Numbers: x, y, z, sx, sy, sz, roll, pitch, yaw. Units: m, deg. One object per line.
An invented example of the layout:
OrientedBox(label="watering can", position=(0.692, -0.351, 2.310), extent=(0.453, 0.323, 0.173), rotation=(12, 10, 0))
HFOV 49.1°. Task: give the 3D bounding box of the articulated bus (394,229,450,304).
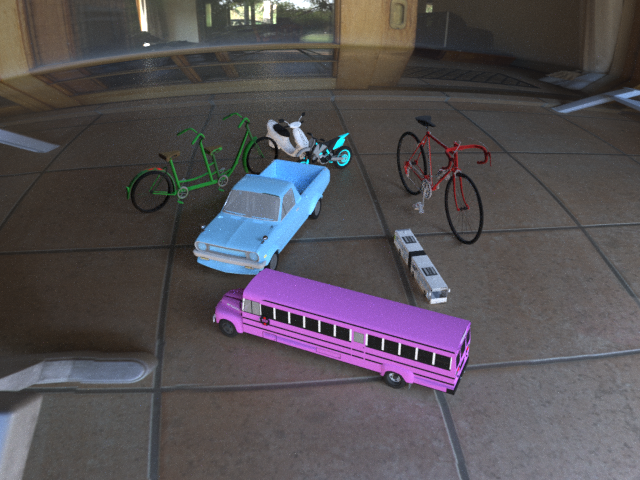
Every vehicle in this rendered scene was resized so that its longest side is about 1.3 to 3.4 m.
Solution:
OrientedBox(label="articulated bus", position=(1.488, 0.362, 10.494), extent=(0.311, 0.289, 1.749), rotation=(-6, 31, -10))

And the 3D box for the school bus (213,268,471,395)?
OrientedBox(label="school bus", position=(0.172, 1.061, 8.752), extent=(3.322, 0.844, 0.709), rotation=(13, 33, 21))

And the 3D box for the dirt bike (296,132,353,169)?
OrientedBox(label="dirt bike", position=(0.054, -1.618, 13.309), extent=(1.493, 0.857, 0.527), rotation=(-22, 37, -33))

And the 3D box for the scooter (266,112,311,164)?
OrientedBox(label="scooter", position=(-0.648, -2.109, 14.086), extent=(0.662, 0.919, 1.399), rotation=(-23, 38, -34))

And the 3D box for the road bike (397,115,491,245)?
OrientedBox(label="road bike", position=(1.956, -1.147, 11.715), extent=(0.696, 1.656, 3.004), rotation=(-10, 32, -17))

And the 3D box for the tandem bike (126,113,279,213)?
OrientedBox(label="tandem bike", position=(-2.029, -1.435, 12.533), extent=(3.192, 1.326, 0.550), rotation=(-23, 37, -34))

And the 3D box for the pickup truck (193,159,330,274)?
OrientedBox(label="pickup truck", position=(-0.846, -0.542, 11.339), extent=(1.244, 0.993, 3.117), rotation=(10, 32, 17))
